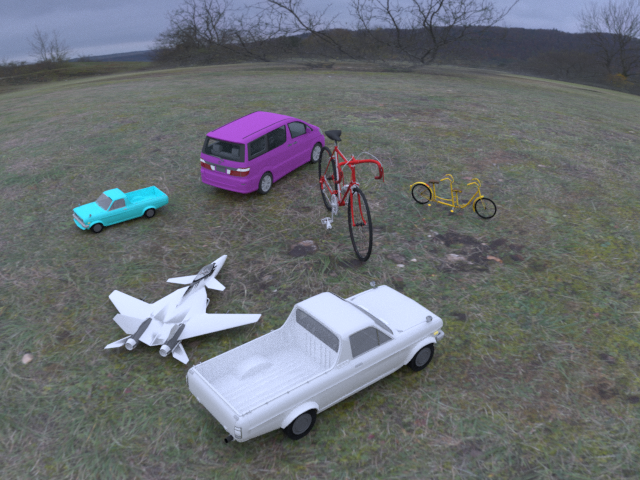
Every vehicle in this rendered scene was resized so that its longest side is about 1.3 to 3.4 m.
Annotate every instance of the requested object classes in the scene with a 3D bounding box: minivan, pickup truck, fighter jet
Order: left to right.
[{"bbox_3d":[-3.474,-0.610,12.221,1.603,0.511,0.640,-20,34,-32],"label":"pickup truck"},{"bbox_3d":[-1.829,0.687,9.769,2.229,0.557,2.640,8,29,14],"label":"fighter jet"},{"bbox_3d":[-1.046,-1.882,13.858,1.324,1.197,3.011,16,32,27],"label":"minivan"},{"bbox_3d":[0.036,1.284,8.203,3.117,0.993,1.244,-21,35,-33],"label":"pickup truck"}]

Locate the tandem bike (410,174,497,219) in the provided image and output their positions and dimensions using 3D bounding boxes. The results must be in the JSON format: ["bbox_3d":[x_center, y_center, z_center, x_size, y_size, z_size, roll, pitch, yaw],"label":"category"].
[{"bbox_3d":[2.356,-0.826,12.442,1.642,0.682,0.283,16,32,27],"label":"tandem bike"}]

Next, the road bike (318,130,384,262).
[{"bbox_3d":[0.376,-0.879,11.515,0.696,1.656,3.004,-7,29,-13],"label":"road bike"}]
